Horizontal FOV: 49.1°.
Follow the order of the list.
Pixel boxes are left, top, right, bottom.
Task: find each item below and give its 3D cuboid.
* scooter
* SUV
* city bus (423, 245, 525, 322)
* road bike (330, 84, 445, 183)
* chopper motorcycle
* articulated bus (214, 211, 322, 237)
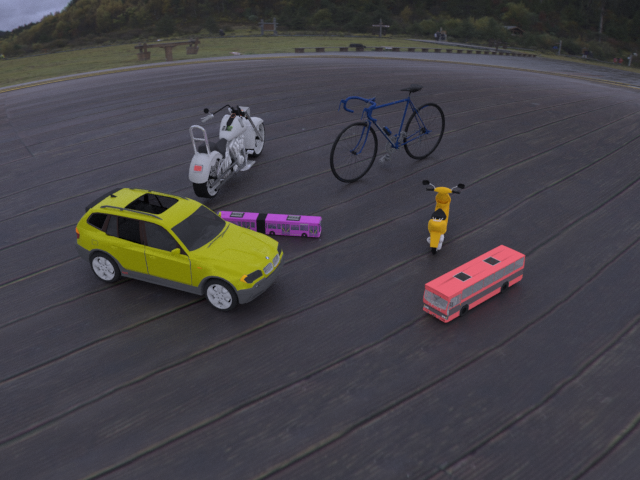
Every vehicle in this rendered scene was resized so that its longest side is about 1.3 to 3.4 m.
[{"bbox_3d":[1.887,-0.427,10.993,0.662,0.919,1.399,7,29,13],"label":"scooter"},{"bbox_3d":[-2.019,0.024,9.946,3.058,1.128,1.276,11,31,20],"label":"SUV"},{"bbox_3d":[2.128,0.594,9.599,1.674,0.460,0.476,-22,36,-35],"label":"city bus"},{"bbox_3d":[1.357,-2.099,13.295,3.004,1.656,0.697,-21,35,-33],"label":"road bike"},{"bbox_3d":[-1.660,-1.867,13.052,0.906,1.480,3.040,8,30,14],"label":"chopper motorcycle"},{"bbox_3d":[-0.836,-0.258,11.342,1.749,0.289,0.311,3,29,6],"label":"articulated bus"}]
